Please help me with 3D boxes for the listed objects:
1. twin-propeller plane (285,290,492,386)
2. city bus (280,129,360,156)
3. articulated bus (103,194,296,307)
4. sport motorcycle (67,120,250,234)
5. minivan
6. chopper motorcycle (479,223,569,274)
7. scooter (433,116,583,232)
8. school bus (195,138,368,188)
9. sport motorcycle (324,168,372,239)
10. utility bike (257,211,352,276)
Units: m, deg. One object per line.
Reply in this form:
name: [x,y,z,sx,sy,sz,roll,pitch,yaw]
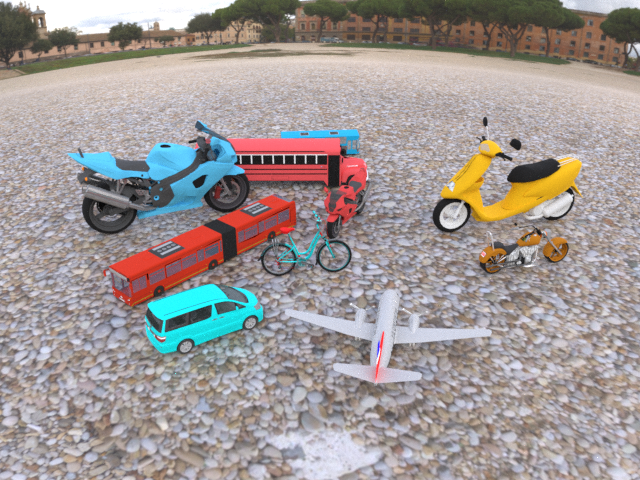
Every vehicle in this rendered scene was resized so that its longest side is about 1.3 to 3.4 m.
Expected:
twin-propeller plane: [0.814,1.089,8.815,2.663,0.792,2.129,5,29,9]
city bus: [-0.008,-2.058,14.964,1.674,0.460,0.476,-2,29,-5]
articulated bus: [-1.712,0.076,10.925,0.605,0.561,3.401,23,36,36]
sport motorcycle: [-2.621,-1.024,11.867,2.955,1.596,0.983,-12,31,-21]
minivan: [-1.505,0.958,9.242,1.548,0.616,0.681,-18,33,-29]
chopper motorcycle: [3.142,0.094,10.682,1.563,0.761,0.466,-10,30,-18]
scooter: [3.207,-1.044,11.705,2.721,1.786,1.288,-6,29,-12]
school bus: [-0.726,-1.505,13.543,3.322,0.844,0.709,0,28,0]
sport motorcycle: [0.462,-0.634,11.961,0.506,0.821,1.520,13,31,22]
utility bike: [-0.235,0.068,10.536,1.435,0.946,0.535,-3,29,-6]
